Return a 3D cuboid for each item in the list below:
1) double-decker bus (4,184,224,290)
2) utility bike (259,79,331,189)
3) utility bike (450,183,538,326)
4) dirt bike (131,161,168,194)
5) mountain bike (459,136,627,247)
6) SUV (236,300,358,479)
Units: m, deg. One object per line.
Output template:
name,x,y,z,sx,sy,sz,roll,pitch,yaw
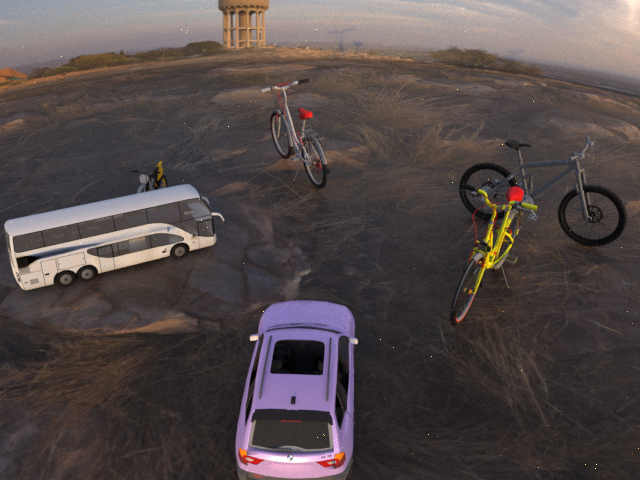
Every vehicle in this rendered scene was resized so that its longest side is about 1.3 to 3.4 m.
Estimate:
double-decker bus,-3.166,-0.097,11.048,3.251,1.052,0.756,-15,32,-24
utility bike,-0.542,-2.158,13.934,1.039,1.839,2.791,-13,32,-22
utility bike,2.573,0.018,10.033,1.039,1.839,2.791,17,33,27
dirt bike,-3.064,-0.931,12.742,0.527,0.857,1.493,4,29,7
mountain bike,3.724,-0.882,11.802,2.857,1.688,1.114,17,33,28
SUV,-0.209,1.536,8.041,1.276,1.128,3.058,1,29,2
